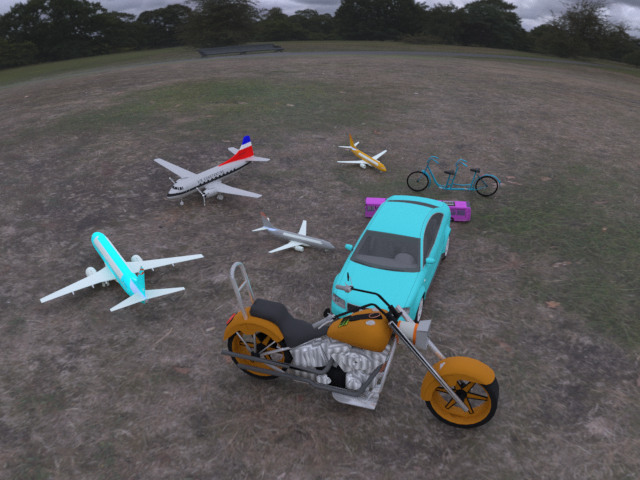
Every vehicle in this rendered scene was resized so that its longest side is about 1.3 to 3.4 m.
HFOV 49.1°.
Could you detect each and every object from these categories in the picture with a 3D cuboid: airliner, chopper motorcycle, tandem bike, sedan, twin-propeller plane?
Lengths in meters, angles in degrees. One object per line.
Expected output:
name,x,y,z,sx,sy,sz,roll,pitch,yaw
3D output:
airliner,0.910,-1.679,13.649,1.161,0.429,1.307,-16,32,-27
chopper motorcycle,0.383,1.106,7.422,3.040,1.480,0.906,9,30,16
tandem bike,2.360,-1.118,12.352,1.642,0.682,0.283,5,29,8
airliner,-2.807,0.228,9.713,2.257,0.835,2.541,-16,33,-27
sedan,1.059,0.153,9.742,1.235,0.940,3.137,10,30,17
airliner,-0.363,-0.118,10.776,1.307,0.429,1.161,13,31,22
twin-propeller plane,-1.911,-1.236,12.455,2.663,0.792,2.129,21,35,33

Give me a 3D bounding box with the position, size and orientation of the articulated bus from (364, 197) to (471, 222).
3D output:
articulated bus,1.607,-0.508,11.641,1.749,0.289,0.311,3,29,5
